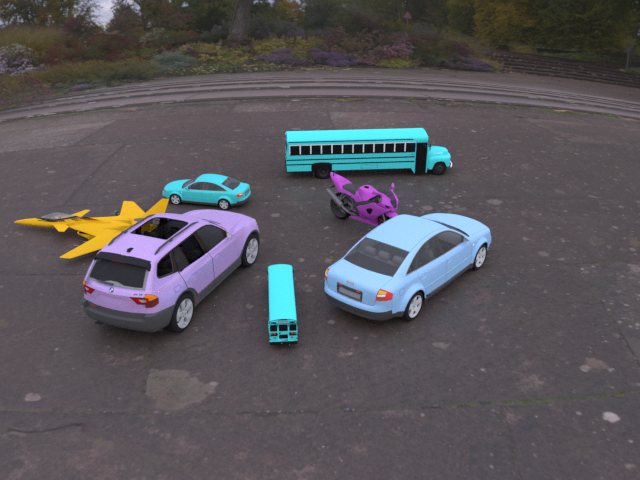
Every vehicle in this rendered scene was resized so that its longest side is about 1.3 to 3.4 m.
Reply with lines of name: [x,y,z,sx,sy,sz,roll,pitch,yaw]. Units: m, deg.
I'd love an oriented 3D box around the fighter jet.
fighter jet: [-3.767,-0.347,11.300,2.640,0.557,2.229,5,26,9]

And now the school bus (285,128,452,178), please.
school bus: [0.966,-1.744,13.880,3.322,0.844,0.709,-2,26,-4]

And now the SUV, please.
SUV: [-1.918,0.177,9.546,1.276,1.128,3.058,10,27,19]

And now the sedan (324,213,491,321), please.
sedan: [1.335,0.160,9.800,1.235,0.940,3.137,20,32,35]

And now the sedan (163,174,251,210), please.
sedan: [-2.050,-0.916,12.570,1.613,0.483,0.635,6,26,12]

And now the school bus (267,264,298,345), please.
school bus: [-0.501,0.769,9.115,0.365,0.434,1.708,-2,26,-4]

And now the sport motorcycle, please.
sport motorcycle: [0.729,-0.594,11.509,1.520,0.821,0.506,23,34,39]
